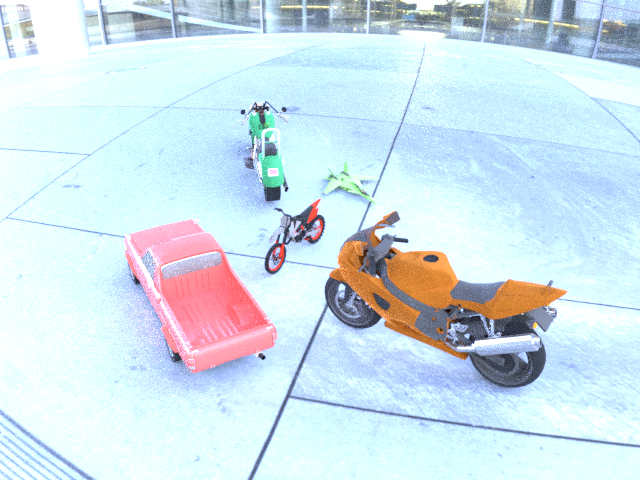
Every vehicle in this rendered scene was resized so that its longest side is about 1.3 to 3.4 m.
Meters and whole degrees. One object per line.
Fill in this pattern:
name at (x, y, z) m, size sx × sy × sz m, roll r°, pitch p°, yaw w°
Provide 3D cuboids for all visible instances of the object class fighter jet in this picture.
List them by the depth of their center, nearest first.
fighter jet at (0.625, -0.987, 12.397) m, size 1.147 × 0.286 × 1.358 m, roll -17°, pitch 36°, yaw -26°

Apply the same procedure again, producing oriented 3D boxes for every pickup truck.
pickup truck at (-1.683, 0.557, 9.223) m, size 1.244 × 0.993 × 3.117 m, roll -15°, pitch 35°, yaw -23°

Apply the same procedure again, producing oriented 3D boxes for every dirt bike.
dirt bike at (-0.352, -0.112, 10.437) m, size 0.527 × 0.857 × 1.493 m, roll 20°, pitch 37°, yaw 29°

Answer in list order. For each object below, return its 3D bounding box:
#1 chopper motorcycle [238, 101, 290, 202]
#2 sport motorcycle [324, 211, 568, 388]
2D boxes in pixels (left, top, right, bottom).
chopper motorcycle at (-1.017, -1.853, 12.664) m, size 0.906 × 1.480 × 3.040 m, roll -5°, pitch 32°, yaw -9°
sport motorcycle at (1.335, 0.734, 8.363) m, size 2.955 × 1.596 × 0.983 m, roll 18°, pitch 36°, yaw 27°
